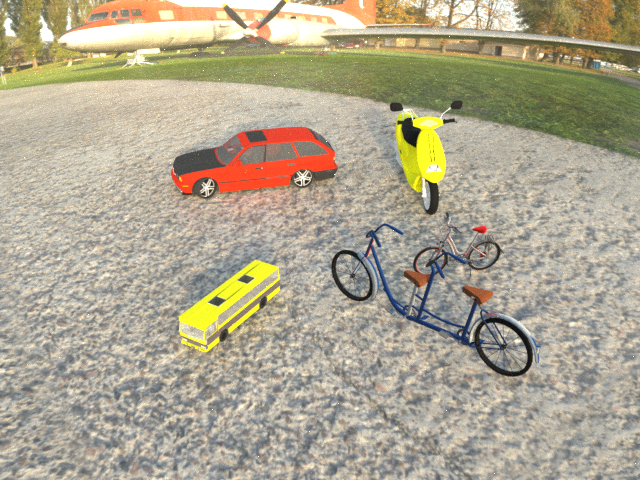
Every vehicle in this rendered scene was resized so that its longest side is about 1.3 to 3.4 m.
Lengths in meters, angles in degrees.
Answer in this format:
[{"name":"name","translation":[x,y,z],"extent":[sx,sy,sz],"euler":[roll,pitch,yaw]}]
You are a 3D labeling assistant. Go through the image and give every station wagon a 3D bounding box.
[{"name":"station wagon","translation":[-1.265,-1.539,13.277],"extent":[3.105,0.920,1.327],"euler":[-8,30,-13]}]

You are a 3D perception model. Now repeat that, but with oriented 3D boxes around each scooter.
[{"name":"scooter","translation":[1.807,-1.751,12.762],"extent":[1.288,1.786,2.721],"euler":[-3,29,-5]}]

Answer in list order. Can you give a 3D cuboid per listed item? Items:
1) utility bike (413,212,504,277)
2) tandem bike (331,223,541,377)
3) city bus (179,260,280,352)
[{"name":"utility bike","translation":[2.074,0.115,10.234],"extent":[1.435,0.946,0.535],"euler":[-6,29,-11]},{"name":"tandem bike","translation":[1.332,0.659,8.847],"extent":[3.192,1.326,0.550],"euler":[24,37,37]},{"name":"city bus","translation":[-1.171,0.865,9.371],"extent":[0.476,0.460,1.674],"euler":[16,33,27]}]
